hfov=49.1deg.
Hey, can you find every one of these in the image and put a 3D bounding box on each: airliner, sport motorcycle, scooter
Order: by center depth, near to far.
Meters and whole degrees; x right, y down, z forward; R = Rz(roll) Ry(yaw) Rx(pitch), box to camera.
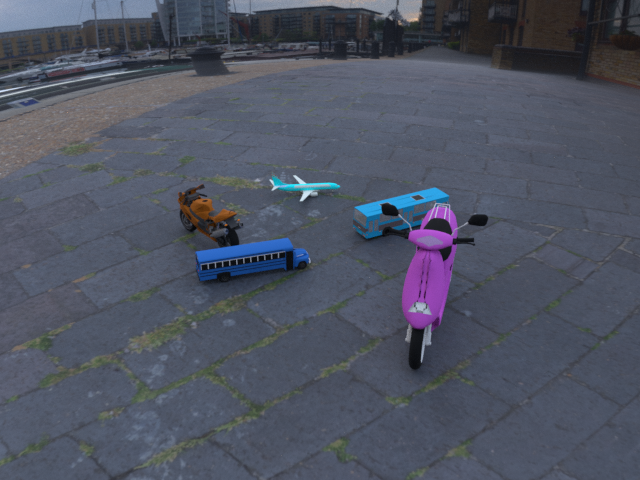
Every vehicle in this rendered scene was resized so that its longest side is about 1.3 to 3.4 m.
[{"bbox_3d":[1.448,0.268,9.093,1.288,1.786,2.721,7,29,13],"label":"scooter"},{"bbox_3d":[-1.802,-0.342,11.222,0.506,0.821,1.520,-25,37,-38],"label":"sport motorcycle"},{"bbox_3d":[-0.268,-1.060,12.948,1.307,0.429,1.161,-4,29,-7],"label":"airliner"}]

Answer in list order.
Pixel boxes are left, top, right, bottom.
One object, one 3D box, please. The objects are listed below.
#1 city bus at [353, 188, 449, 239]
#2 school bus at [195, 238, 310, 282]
[{"bbox_3d":[1.377,-0.444,11.785,1.674,0.460,0.476,-15,32,-25],"label":"city bus"},{"bbox_3d":[-0.988,0.287,10.472,1.708,0.434,0.365,-9,30,-16],"label":"school bus"}]
